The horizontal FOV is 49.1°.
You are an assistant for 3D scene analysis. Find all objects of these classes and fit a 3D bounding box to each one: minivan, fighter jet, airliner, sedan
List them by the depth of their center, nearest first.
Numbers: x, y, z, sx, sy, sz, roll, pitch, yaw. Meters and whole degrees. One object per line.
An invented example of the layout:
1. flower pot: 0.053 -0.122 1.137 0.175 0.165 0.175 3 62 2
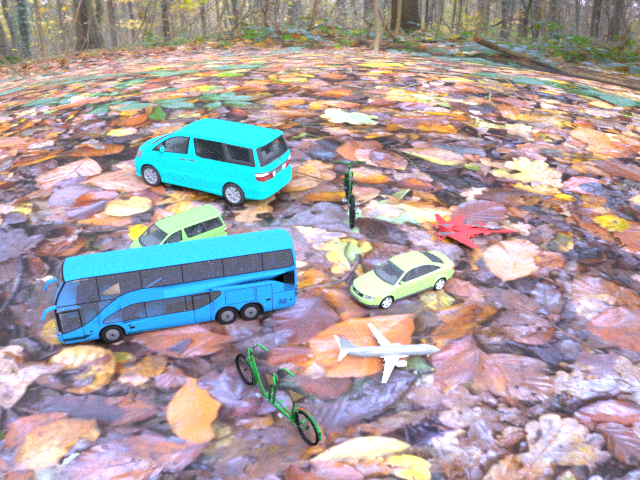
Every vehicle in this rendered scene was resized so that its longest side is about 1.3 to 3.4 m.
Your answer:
1. airliner: 0.841 1.288 8.606 1.307 0.429 1.161 -2 29 -4
2. sedan: 1.180 0.502 9.962 1.613 0.483 0.635 -16 33 -26
3. minivan: -2.202 -0.027 10.774 1.548 0.616 0.681 -22 36 -34
4. fighter jet: 2.547 -0.211 11.442 1.358 0.286 1.147 0 29 0
5. minivan: -2.041 -1.562 12.930 3.011 1.197 1.324 14 32 23

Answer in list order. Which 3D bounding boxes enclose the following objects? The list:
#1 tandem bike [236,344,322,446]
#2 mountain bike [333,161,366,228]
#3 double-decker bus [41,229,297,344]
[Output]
1. tandem bike: -0.497 1.638 7.719 0.283 0.682 1.642 -21 35 -32
2. mountain bike: 0.516 -0.831 11.956 0.573 0.868 1.469 -1 29 -2
3. double-decker bus: -1.918 0.604 9.195 3.251 1.052 0.756 -8 30 -14
